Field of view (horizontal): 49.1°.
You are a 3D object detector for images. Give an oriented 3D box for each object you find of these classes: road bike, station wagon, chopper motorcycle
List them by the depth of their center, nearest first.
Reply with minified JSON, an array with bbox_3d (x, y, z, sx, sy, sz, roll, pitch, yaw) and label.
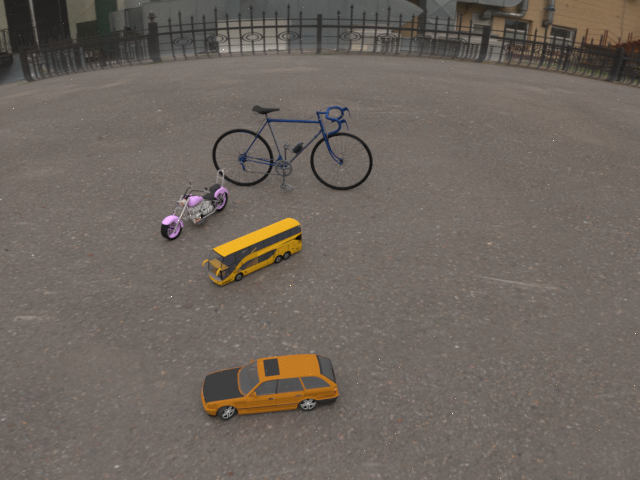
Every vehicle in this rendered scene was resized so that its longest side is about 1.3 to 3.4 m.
[{"bbox_3d":[-0.600,1.679,8.241,1.597,0.473,0.682,-4,30,-8],"label":"station wagon"},{"bbox_3d":[-2.118,-0.603,11.880,0.466,0.761,1.563,19,35,29],"label":"chopper motorcycle"},{"bbox_3d":[-0.524,-1.701,12.878,3.004,1.656,0.697,3,30,5],"label":"road bike"}]

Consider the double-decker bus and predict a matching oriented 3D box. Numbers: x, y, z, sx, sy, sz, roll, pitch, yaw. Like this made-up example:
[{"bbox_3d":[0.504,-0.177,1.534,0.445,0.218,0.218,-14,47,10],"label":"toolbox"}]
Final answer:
[{"bbox_3d":[-0.998,0.178,10.754,1.672,0.541,0.389,-24,38,-35],"label":"double-decker bus"}]
